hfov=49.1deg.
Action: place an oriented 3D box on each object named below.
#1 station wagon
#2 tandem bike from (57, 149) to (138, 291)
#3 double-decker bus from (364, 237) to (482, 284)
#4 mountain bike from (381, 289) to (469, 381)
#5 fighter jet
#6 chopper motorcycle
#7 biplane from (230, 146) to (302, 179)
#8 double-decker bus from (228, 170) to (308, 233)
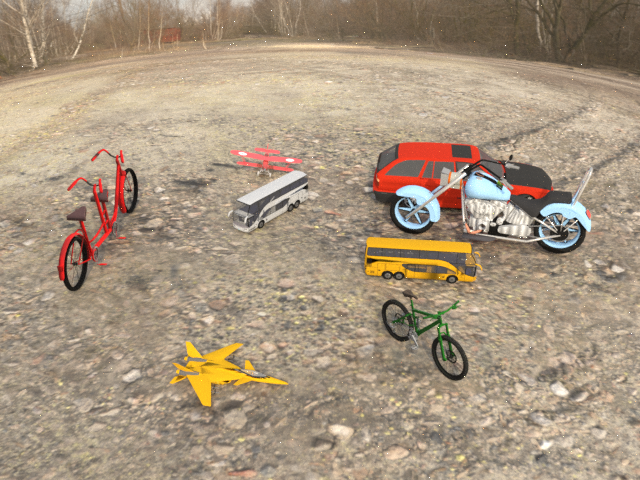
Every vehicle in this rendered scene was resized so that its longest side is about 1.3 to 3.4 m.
[{"bbox_3d":[2.496,-1.130,12.226,3.105,0.920,1.327,4,30,6],"label":"station wagon"},{"bbox_3d":[-3.339,-0.468,10.654,0.550,1.326,3.192,2,30,4],"label":"tandem bike"},{"bbox_3d":[1.481,0.288,10.119,1.672,0.541,0.389,3,30,6],"label":"double-decker bus"},{"bbox_3d":[1.243,1.064,8.427,0.573,0.868,1.469,-20,35,-31],"label":"mountain bike"},{"bbox_3d":[-1.028,1.519,8.216,1.358,0.286,1.147,7,30,11],"label":"fighter jet"},{"bbox_3d":[2.596,-0.612,10.751,3.040,1.480,0.906,10,31,16],"label":"chopper motorcycle"},{"bbox_3d":[-1.005,-1.520,13.331,1.336,0.504,1.090,0,30,-1],"label":"biplane"},{"bbox_3d":[-0.826,-0.646,11.760,0.389,0.541,1.672,21,36,32],"label":"double-decker bus"}]
